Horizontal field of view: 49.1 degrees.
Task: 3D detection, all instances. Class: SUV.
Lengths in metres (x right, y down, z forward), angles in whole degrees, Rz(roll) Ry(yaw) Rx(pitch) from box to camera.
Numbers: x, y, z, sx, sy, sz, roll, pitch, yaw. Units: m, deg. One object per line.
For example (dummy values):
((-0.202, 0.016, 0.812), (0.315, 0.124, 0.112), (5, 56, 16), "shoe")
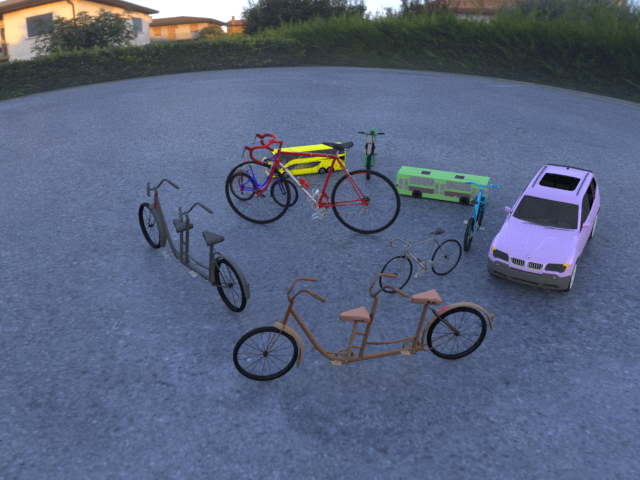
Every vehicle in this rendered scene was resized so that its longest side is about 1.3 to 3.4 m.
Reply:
((3.587, -0.297, 10.949), (1.276, 1.128, 3.058), (14, 31, 25), "SUV")

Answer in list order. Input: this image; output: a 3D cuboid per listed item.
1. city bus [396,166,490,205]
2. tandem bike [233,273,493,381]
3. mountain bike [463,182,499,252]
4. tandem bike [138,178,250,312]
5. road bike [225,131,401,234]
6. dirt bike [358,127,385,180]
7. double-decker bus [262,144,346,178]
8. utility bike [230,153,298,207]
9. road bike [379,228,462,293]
((2.270, -0.994, 13.010), (1.674, 0.460, 0.476), (10, 29, 18), "city bus")
((0.557, 0.997, 8.251), (3.192, 1.326, 0.550), (-5, 28, -9), "tandem bike")
((2.555, -0.420, 11.466), (0.573, 0.868, 1.469), (11, 29, 20), "mountain bike")
((-1.944, -0.029, 10.220), (0.550, 1.326, 3.192), (-20, 34, -34), "tandem bike")
((-0.153, -0.929, 11.590), (3.004, 1.656, 0.696), (6, 28, 11), "road bike")
((1.037, -1.828, 14.180), (0.527, 0.857, 1.493), (4, 28, 7), "dirt bike")
((-0.309, -1.600, 14.085), (1.672, 0.541, 0.389), (-8, 29, -15), "double-decker bus")
((-1.037, -1.120, 12.726), (1.435, 0.946, 0.535), (10, 29, 19), "utility bike")
((1.488, 0.265, 10.170), (1.545, 0.852, 0.358), (-16, 32, -28), "road bike")
